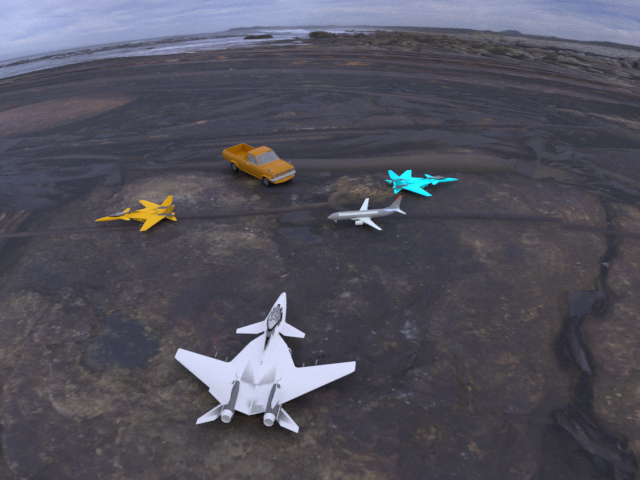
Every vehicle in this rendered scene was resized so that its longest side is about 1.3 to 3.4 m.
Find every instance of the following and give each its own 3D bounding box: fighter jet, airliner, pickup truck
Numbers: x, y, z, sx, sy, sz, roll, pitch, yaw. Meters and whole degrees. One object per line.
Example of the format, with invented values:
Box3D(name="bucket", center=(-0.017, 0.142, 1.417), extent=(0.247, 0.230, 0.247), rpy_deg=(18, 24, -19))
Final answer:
Box3D(name="fighter jet", center=(1.961, -1.151, 13.143), extent=(1.358, 0.286, 1.147), rpy_deg=(-6, 31, -11))
Box3D(name="fighter jet", center=(-0.656, 1.251, 8.714), extent=(2.229, 0.557, 2.640), rpy_deg=(3, 30, 6))
Box3D(name="airliner", center=(0.774, -0.526, 11.918), extent=(1.307, 0.429, 1.161), rpy_deg=(-4, 30, -6))
Box3D(name="fighter jet", center=(-3.164, -0.480, 11.981), extent=(1.358, 0.286, 1.147), rpy_deg=(-7, 31, -12))
Box3D(name="pickup truck", center=(-1.202, -1.535, 13.583), extent=(0.640, 0.511, 1.603), rpy_deg=(-26, 39, -37))
